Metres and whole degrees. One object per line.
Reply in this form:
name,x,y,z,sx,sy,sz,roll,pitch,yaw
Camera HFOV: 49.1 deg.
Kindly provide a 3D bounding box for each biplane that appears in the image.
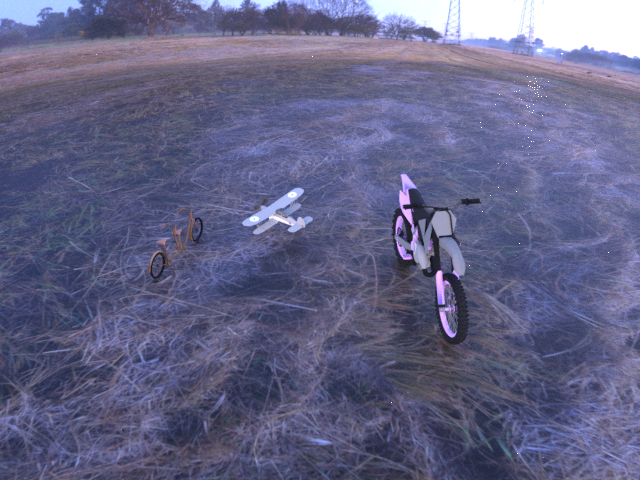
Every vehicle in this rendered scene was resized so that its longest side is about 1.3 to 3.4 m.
biplane,-0.649,-0.379,11.648,1.090,0.504,1.336,24,37,37

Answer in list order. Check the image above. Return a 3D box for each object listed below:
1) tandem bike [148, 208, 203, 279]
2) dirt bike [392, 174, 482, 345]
tandem bike,-2.214,-0.011,10.787,0.283,0.682,1.642,10,30,17
dirt bike,1.493,0.083,9.585,1.024,1.666,2.903,-5,29,-9
